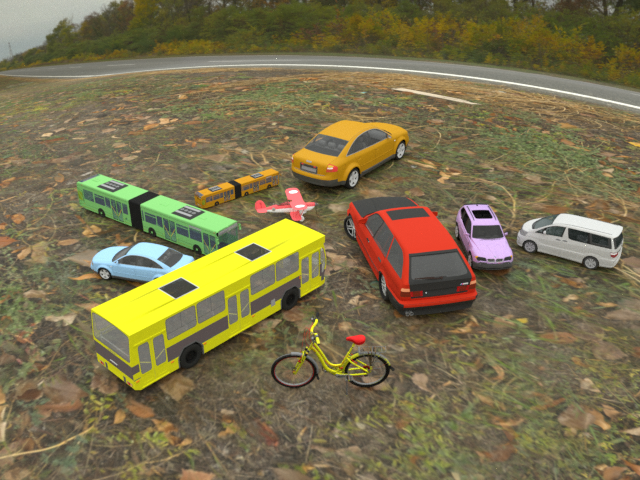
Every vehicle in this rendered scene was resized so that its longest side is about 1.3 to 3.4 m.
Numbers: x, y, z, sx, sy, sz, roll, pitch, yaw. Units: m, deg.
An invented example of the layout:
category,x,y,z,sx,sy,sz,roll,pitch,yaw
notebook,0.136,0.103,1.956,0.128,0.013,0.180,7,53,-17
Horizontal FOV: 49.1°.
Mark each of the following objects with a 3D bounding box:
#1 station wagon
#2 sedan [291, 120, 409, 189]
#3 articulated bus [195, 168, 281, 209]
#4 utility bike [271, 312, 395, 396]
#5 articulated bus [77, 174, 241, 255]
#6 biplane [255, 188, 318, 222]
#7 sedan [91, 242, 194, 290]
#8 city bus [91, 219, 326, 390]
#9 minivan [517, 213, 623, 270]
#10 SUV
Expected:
category,x,y,z,sx,sy,sz,roll,pitch,yaw
station wagon,1.275,-0.023,10.547,1.327,0.920,3.105,-6,29,-11
sedan,0.683,-1.890,13.989,1.235,0.940,3.137,19,34,31
articulated bus,-1.501,-0.960,12.949,1.749,0.289,0.311,-22,35,-35
utility bike,0.150,1.358,7.960,1.435,0.946,0.535,-1,28,-1
articulated bus,-2.764,-0.432,11.684,3.401,0.561,0.605,18,33,30
biplane,-0.570,-0.570,11.999,1.090,0.504,1.336,-4,29,-8
sedan,-2.641,0.318,10.375,1.613,0.483,0.635,8,29,15
city bus,-1.295,0.758,9.128,0.926,0.894,3.255,24,36,37
minivan,3.886,-0.049,10.917,1.548,0.616,0.681,17,33,29
SUV,2.562,-0.077,11.005,0.656,0.580,1.572,-1,28,-2
